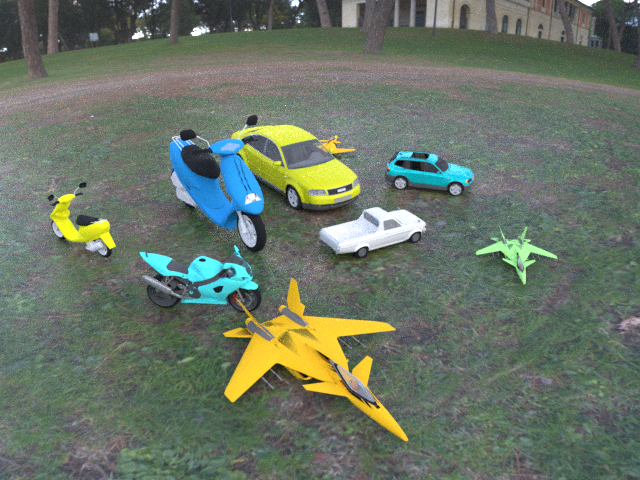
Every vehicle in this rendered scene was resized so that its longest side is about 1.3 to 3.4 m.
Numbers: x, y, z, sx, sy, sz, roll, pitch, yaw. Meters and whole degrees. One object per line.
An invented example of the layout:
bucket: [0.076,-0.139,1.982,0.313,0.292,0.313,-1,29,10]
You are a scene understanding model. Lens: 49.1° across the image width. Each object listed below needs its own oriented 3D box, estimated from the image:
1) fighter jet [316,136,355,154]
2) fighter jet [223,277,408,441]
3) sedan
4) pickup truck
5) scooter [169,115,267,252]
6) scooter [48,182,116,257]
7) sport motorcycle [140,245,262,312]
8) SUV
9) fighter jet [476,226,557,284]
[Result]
fighter jet: [0.178,-1.987,14.222,1.147,0.286,1.358,8,28,14]
fighter jet: [0.072,1.288,7.606,2.229,0.557,2.640,-18,33,-31]
sedan: [-0.500,-1.429,12.434,1.235,0.940,3.137,-17,32,-30]
pickup truck: [0.803,-0.164,10.460,1.603,0.511,0.640,-15,31,-26]
scooter: [-1.628,-1.018,10.721,1.288,1.786,2.721,-19,33,-33]
scooter: [-3.532,-0.292,10.262,1.399,0.919,0.662,18,32,31]
sport motorcycle: [-1.489,0.517,8.806,1.520,0.821,0.506,3,28,6]
SUV: [1.944,-1.218,12.419,1.572,0.580,0.656,8,28,15]
fighter jet: [2.825,0.207,9.987,1.147,0.286,1.358,3,28,5]
